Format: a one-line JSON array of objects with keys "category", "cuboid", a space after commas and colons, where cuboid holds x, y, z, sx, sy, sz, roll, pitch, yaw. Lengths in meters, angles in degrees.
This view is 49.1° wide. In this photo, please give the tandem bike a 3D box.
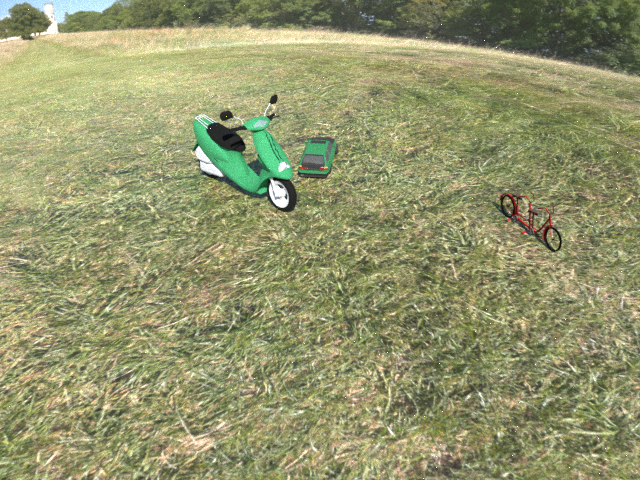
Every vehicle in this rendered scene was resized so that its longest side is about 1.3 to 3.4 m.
[{"category": "tandem bike", "cuboid": [3.437, -0.423, 11.444, 0.283, 0.682, 1.642, -12, 33, -19]}]

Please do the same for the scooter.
[{"category": "scooter", "cuboid": [-1.406, -1.652, 12.435, 2.721, 1.786, 1.288, 26, 39, 36]}]

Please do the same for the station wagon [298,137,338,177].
[{"category": "station wagon", "cuboid": [-0.027, -1.740, 13.871, 0.682, 0.473, 1.597, 4, 31, 7]}]
